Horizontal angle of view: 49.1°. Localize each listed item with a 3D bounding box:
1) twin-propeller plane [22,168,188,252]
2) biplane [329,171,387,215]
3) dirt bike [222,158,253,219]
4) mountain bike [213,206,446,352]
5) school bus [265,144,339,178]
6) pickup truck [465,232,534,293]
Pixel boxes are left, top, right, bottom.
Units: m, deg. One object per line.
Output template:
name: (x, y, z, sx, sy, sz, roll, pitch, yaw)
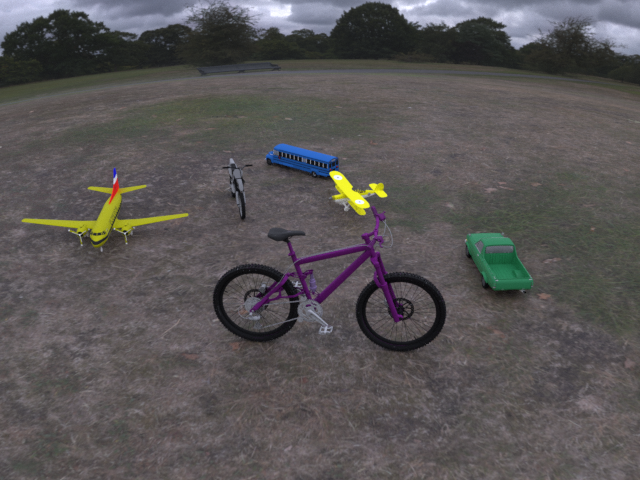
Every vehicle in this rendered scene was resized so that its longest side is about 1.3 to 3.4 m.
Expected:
twin-propeller plane: (-3.506, -0.503, 11.560, 2.663, 0.792, 2.129, -2, 26, -4)
biplane: (0.660, -0.799, 12.483, 1.090, 0.504, 1.336, -11, 28, -21)
dirt bike: (-1.469, -0.979, 12.449, 0.527, 0.857, 1.493, -6, 27, -13)
mountain bike: (0.093, 0.562, 8.394, 2.857, 1.688, 1.114, 3, 26, 6)
school bus: (-0.400, -1.625, 14.235, 1.708, 0.434, 0.365, 19, 32, 33)
pickup truck: (2.612, 0.269, 10.315, 0.640, 0.511, 1.603, -2, 26, -3)
